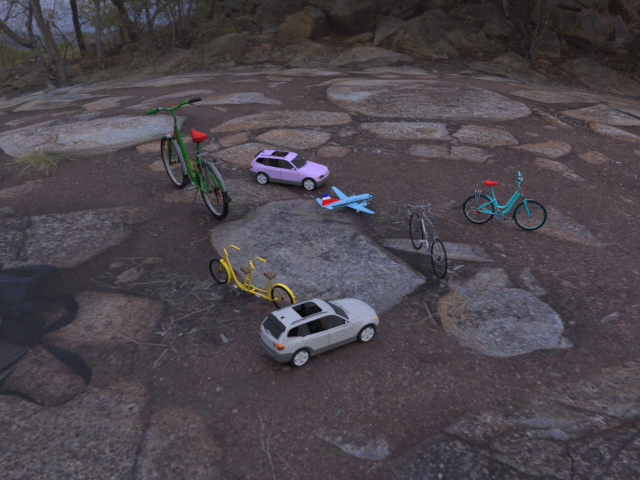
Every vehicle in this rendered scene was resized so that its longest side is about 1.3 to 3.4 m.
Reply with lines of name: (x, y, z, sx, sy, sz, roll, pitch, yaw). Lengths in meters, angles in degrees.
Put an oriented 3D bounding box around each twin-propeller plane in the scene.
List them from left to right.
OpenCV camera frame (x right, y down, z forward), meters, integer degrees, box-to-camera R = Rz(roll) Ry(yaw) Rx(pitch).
twin-propeller plane: (0.497, -0.731, 12.467, 1.095, 0.407, 1.370, -14, 30, -26)

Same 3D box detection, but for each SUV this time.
SUV: (-0.596, -1.394, 13.590, 1.572, 0.580, 0.656, 8, 28, 16)
SUV: (0.003, 1.046, 8.752, 1.572, 0.580, 0.656, -15, 31, -28)

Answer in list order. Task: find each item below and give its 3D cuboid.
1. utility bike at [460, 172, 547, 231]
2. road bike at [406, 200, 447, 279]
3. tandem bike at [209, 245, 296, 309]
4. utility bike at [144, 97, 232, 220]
utility bike: (3.095, -0.676, 11.762, 1.435, 0.946, 0.535, 8, 28, 16)
road bike: (1.634, -0.046, 10.616, 0.358, 0.852, 1.545, -6, 27, -12)
tandem bike: (-0.971, 0.508, 9.707, 1.642, 0.682, 0.283, 20, 33, 34)
utility bike: (-2.355, -1.456, 12.316, 1.039, 1.839, 2.791, -17, 31, -30)
